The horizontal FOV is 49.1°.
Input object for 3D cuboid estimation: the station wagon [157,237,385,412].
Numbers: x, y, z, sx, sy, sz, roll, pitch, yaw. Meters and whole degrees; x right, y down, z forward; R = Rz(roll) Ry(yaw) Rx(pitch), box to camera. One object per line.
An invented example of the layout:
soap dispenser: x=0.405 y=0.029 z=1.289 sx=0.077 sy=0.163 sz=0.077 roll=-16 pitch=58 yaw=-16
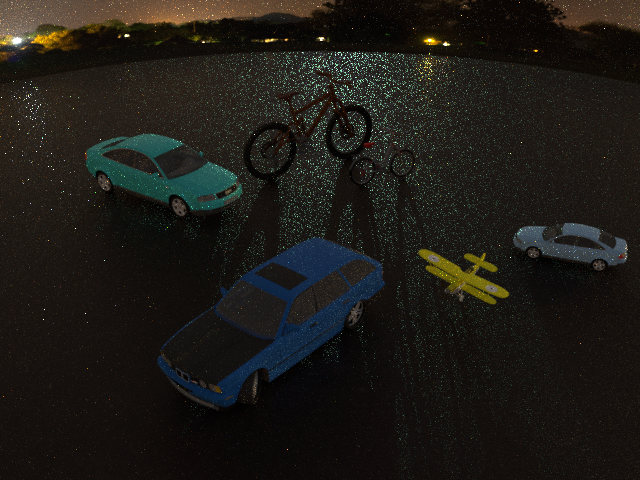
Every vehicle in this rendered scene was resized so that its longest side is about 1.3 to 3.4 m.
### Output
station wagon: x=-0.510 y=0.840 z=8.495 sx=1.327 sy=0.920 sz=3.105 roll=22 pitch=36 yaw=34

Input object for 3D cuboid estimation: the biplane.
biplane: x=2.004 y=0.501 z=9.535 sx=1.336 sy=0.504 sz=1.090 roll=21 pitch=35 yaw=33

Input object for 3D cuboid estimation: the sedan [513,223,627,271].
sedan: x=3.716 y=0.029 z=10.407 sx=1.613 sy=0.483 sz=0.635 roll=11 pitch=31 yaw=19

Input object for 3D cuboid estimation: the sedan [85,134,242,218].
sedan: x=-2.767 y=-1.245 z=12.234 sx=3.137 sy=0.940 sz=1.235 roll=18 pitch=34 yaw=29

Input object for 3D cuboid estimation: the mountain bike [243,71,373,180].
mountain bike: x=-0.163 y=-2.110 z=13.022 sx=2.857 sy=1.688 sz=1.114 roll=-18 pitch=34 yaw=-29

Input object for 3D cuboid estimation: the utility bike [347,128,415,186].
utility bike: x=1.098 y=-1.526 z=12.734 sx=1.435 sy=0.946 sz=0.535 roll=-14 pitch=32 yaw=-23
